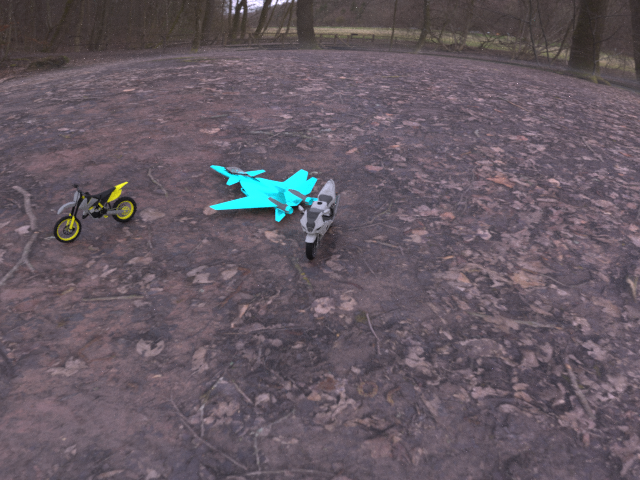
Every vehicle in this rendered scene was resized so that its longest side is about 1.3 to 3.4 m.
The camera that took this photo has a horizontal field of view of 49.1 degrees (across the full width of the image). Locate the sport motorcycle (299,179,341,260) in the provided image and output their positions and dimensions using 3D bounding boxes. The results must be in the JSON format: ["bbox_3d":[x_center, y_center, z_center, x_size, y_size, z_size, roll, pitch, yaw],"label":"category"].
[{"bbox_3d":[0.006,-0.337,11.274,0.506,0.821,1.520,7,31,12],"label":"sport motorcycle"}]

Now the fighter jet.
[{"bbox_3d":[-1.226,-1.138,12.925,2.229,0.557,2.640,-27,39,-38],"label":"fighter jet"}]

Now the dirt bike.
[{"bbox_3d":[-3.708,-0.509,11.536,1.493,0.857,0.527,-26,39,-37],"label":"dirt bike"}]
